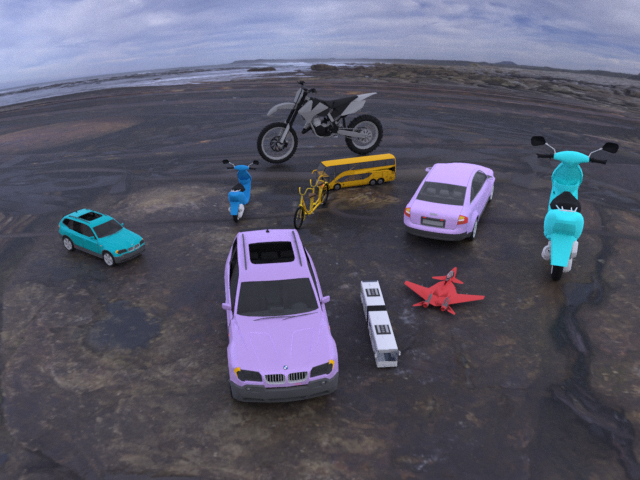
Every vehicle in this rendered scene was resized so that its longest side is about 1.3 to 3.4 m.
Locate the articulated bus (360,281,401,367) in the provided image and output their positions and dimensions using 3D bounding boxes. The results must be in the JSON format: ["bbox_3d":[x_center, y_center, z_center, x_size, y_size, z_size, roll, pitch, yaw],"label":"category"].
[{"bbox_3d":[0.748,1.050,9.104,0.311,0.289,1.749,-2,25,-3],"label":"articulated bus"}]

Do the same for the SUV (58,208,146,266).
[{"bbox_3d":[-3.495,-0.083,11.150,1.572,0.580,0.656,16,30,30],"label":"SUV"}]

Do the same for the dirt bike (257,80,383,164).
[{"bbox_3d":[0.039,-2.529,15.035,2.903,1.666,1.024,-9,27,-18],"label":"dirt bike"}]

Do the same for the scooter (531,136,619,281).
[{"bbox_3d":[3.809,-0.611,10.857,1.288,1.786,2.721,8,27,17],"label":"scooter"}]

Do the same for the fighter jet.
[{"bbox_3d":[1.807,0.604,10.046,1.147,0.286,1.358,10,27,21],"label":"fighter jet"}]

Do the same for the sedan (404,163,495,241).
[{"bbox_3d":[2.358,-0.872,12.394,1.235,0.940,3.137,10,27,20],"label":"sedan"}]

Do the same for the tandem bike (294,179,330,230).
[{"bbox_3d":[-0.131,-0.744,12.425,0.283,0.682,1.642,10,27,19],"label":"tandem bike"}]

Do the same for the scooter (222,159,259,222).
[{"bbox_3d":[-1.431,-0.948,12.578,0.662,0.919,1.399,2,25,4],"label":"scooter"}]

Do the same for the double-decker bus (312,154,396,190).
[{"bbox_3d":[0.690,-1.340,13.844,1.672,0.541,0.389,-9,27,-18],"label":"double-decker bus"}]

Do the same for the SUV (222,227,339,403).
[{"bbox_3d":[-0.562,0.788,8.678,1.276,1.128,3.058,-3,26,-7],"label":"SUV"}]
